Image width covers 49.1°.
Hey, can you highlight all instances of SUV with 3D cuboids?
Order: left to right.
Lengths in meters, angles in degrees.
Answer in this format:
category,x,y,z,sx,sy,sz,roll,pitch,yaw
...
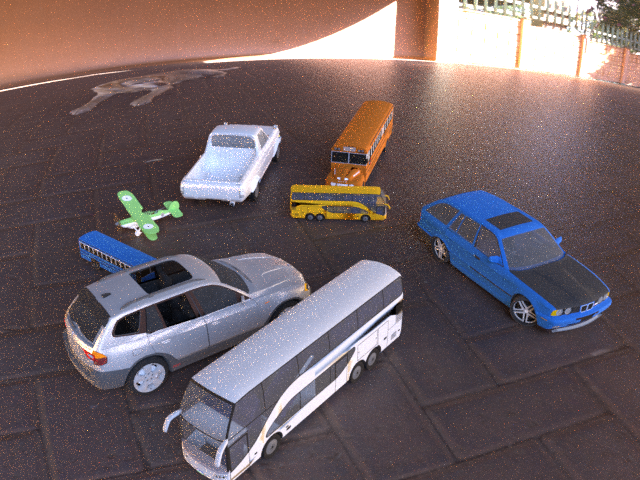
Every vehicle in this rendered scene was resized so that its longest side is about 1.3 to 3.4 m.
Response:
category,x,y,z,sx,sy,sz,roll,pitch,yaw
SUV,-1.551,0.779,8.567,3.058,1.128,1.276,-20,34,-31

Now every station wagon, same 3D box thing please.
category,x,y,z,sx,sy,sz,roll,pitch,yaw
station wagon,2.673,0.146,9.936,1.327,0.920,3.105,-14,32,-23

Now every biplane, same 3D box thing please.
category,x,y,z,sx,sy,sz,roll,pitch,yaw
biplane,-2.771,-0.371,11.308,1.090,0.504,1.336,-18,34,-29

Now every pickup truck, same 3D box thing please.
category,x,y,z,sx,sy,sz,roll,pitch,yaw
pickup truck,-1.567,-1.538,12.925,1.244,0.993,3.117,4,29,8

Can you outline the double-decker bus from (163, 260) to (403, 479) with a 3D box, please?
category,x,y,z,sx,sy,sz,roll,pitch,yaw
double-decker bus,-0.212,1.333,7.639,0.756,1.052,3.251,21,35,33

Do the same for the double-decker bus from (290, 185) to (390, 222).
category,x,y,z,sx,sy,sz,roll,pitch,yaw
double-decker bus,0.332,-0.619,11.722,1.672,0.541,0.389,2,29,3

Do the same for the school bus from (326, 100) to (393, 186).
category,x,y,z,sx,sy,sz,roll,pitch,yaw
school bus,0.809,-1.823,13.597,0.709,0.844,3.322,7,30,13

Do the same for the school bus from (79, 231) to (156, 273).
category,x,y,z,sx,sy,sz,roll,pitch,yaw
school bus,-2.814,0.331,10.103,1.708,0.434,0.365,21,35,33
